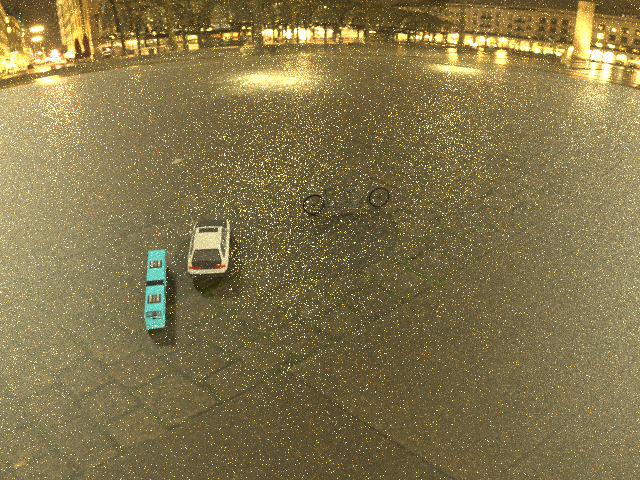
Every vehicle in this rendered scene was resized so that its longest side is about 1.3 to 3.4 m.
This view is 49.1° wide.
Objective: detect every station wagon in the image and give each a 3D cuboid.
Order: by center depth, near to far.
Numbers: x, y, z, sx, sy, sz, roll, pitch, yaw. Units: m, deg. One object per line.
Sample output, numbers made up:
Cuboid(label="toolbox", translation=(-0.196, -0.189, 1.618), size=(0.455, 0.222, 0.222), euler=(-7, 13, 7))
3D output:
Cuboid(label="station wagon", translation=(-1.745, 0.029, 11.088), size=(0.682, 0.473, 1.597), euler=(-2, 29, -4))

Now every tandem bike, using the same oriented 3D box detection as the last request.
Cuboid(label="tandem bike", translation=(0.455, -0.814, 12.374), size=(1.642, 0.682, 0.283), euler=(-7, 30, -12))

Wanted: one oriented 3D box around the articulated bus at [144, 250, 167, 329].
Cuboid(label="articulated bus", translation=(-2.367, 0.677, 10.124), size=(0.311, 0.289, 1.749), euler=(-5, 30, -9))
